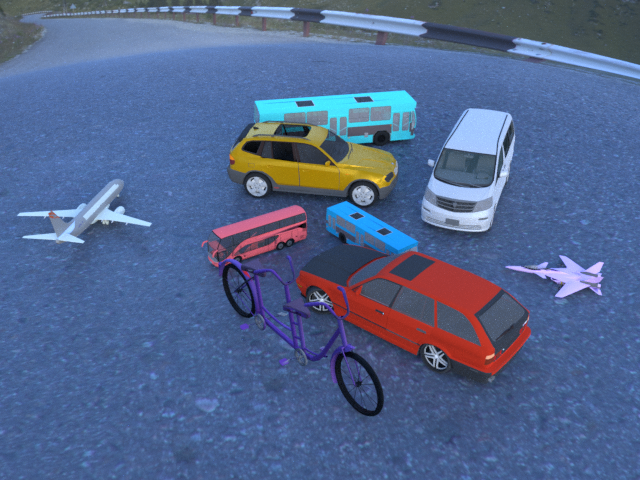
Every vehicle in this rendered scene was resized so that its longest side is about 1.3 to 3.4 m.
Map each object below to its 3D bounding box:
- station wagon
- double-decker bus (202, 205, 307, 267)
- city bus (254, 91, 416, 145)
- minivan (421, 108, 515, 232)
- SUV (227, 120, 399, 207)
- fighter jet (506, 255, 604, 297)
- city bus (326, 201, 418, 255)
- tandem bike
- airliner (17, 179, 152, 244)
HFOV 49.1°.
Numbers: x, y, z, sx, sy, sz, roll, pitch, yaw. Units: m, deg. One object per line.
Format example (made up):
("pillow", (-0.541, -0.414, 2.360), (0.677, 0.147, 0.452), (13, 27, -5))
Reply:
("station wagon", (1.109, 0.700, 9.057), (3.105, 0.920, 1.327), (23, 37, 34))
("double-decker bus", (-0.970, -0.056, 10.724), (1.672, 0.541, 0.389), (-19, 35, -29))
("city bus", (0.308, -2.424, 14.418), (3.255, 0.894, 0.926), (-6, 31, -10))
("minivan", (2.633, -1.259, 12.129), (1.324, 1.197, 3.011), (11, 32, 18))
("SUV", (-0.124, -1.425, 12.481), (3.058, 1.128, 1.276), (6, 31, 9))
("fighter jet", (3.386, 0.435, 10.137), (1.358, 0.286, 1.147), (10, 32, 17))
("city bus", (0.771, -0.048, 10.789), (0.476, 0.460, 1.674), (-22, 37, -32))
("tandem bike", (-0.342, 0.875, 8.358), (0.550, 1.326, 3.192), (-23, 37, -33))
("airliner", (-3.757, -0.634, 11.420), (2.257, 0.835, 2.541), (5, 31, 8))
